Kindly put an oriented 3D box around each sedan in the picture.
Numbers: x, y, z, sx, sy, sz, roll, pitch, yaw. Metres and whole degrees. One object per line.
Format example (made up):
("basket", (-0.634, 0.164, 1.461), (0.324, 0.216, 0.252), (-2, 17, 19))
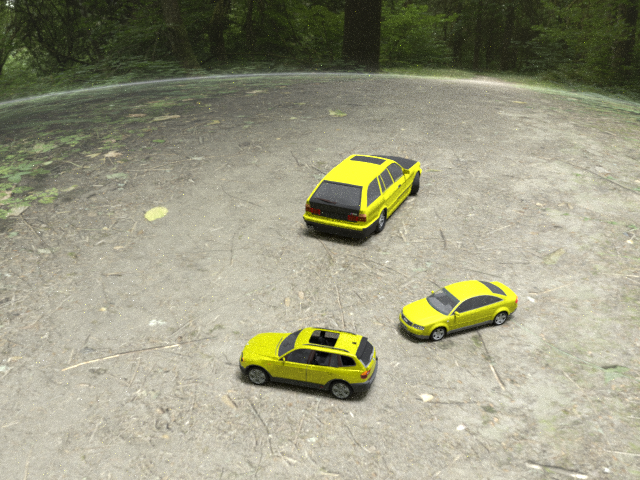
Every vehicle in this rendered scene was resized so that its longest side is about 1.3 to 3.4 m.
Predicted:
("sedan", (1.783, 0.842, 8.990), (1.613, 0.483, 0.635), (-11, 28, -21))

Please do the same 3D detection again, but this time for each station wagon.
("station wagon", (0.854, -1.001, 12.278), (1.327, 0.920, 3.105), (12, 28, 23))

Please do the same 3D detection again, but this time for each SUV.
("SUV", (-0.131, 1.310, 7.916), (1.572, 0.580, 0.656), (7, 27, 14))
